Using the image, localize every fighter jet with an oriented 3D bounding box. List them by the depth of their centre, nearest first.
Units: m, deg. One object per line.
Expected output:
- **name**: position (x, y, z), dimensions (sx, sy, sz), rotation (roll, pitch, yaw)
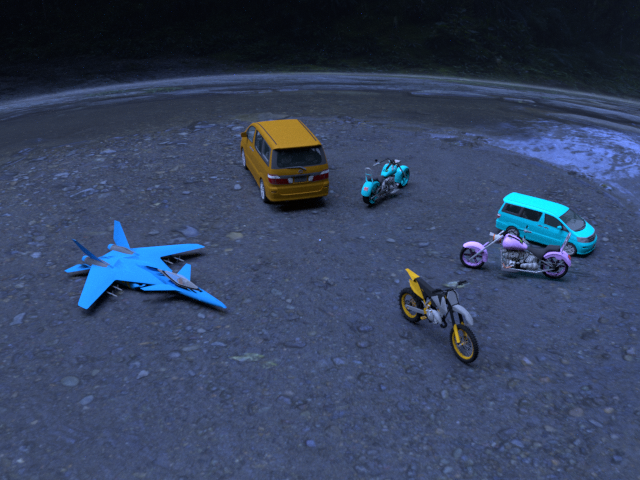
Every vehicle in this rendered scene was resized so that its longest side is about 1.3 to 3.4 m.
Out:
- **fighter jet**: position (-2.313, 0.409, 9.831), dimensions (2.640, 0.557, 2.229), rotation (17, 31, 31)

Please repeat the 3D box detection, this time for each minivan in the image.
- **minivan**: position (3.621, -0.268, 11.153), dimensions (1.548, 0.616, 0.681), rotation (20, 32, 35)
- **minivan**: position (-0.747, -1.669, 13.369), dimensions (1.324, 1.197, 3.011), rotation (-7, 27, -15)

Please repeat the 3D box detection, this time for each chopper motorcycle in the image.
- **chopper motorcycle**: position (2.833, 0.144, 10.142), dimensions (1.563, 0.761, 0.466), rotation (8, 27, 17)
- **chopper motorcycle**: position (1.233, -1.160, 12.821), dimensions (0.466, 0.761, 1.563), rotation (17, 31, 31)

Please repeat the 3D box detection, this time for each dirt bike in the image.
- **dirt bike**: position (1.442, 0.857, 8.566), dimensions (0.527, 0.857, 1.493), rotation (-14, 29, -27)
